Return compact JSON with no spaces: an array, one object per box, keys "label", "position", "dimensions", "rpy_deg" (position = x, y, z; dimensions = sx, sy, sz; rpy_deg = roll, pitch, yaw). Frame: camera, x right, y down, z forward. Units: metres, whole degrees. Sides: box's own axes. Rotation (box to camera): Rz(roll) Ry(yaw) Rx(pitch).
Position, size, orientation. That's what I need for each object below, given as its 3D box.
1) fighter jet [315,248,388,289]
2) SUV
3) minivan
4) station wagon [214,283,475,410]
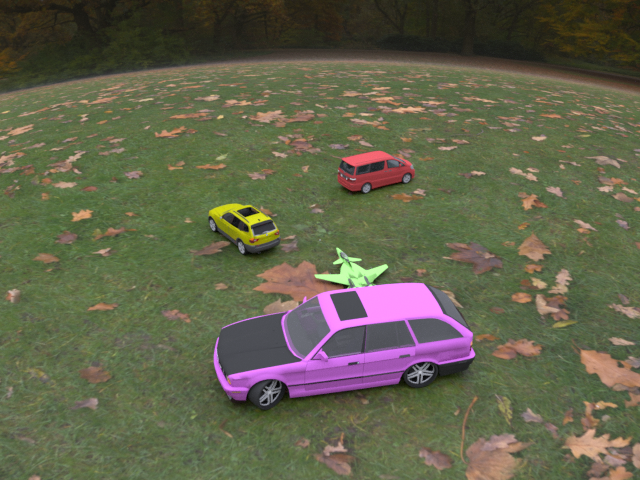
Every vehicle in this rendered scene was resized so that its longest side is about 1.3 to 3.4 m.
[{"label":"fighter jet","position":[0.451,0.358,10.648],"dimensions":[1.147,0.286,1.358],"rpy_deg":[-8,29,-14]},{"label":"SUV","position":[-1.267,-0.285,11.530],"dimensions":[0.656,0.580,1.572],"rpy_deg":[-19,34,-31]},{"label":"minivan","position":[1.110,-1.367,13.499],"dimensions":[1.548,0.616,0.681],"rpy_deg":[-15,32,-26]},{"label":"station wagon","position":[0.267,1.170,8.477],"dimensions":[3.105,0.920,1.327],"rpy_deg":[-6,29,-11]}]
